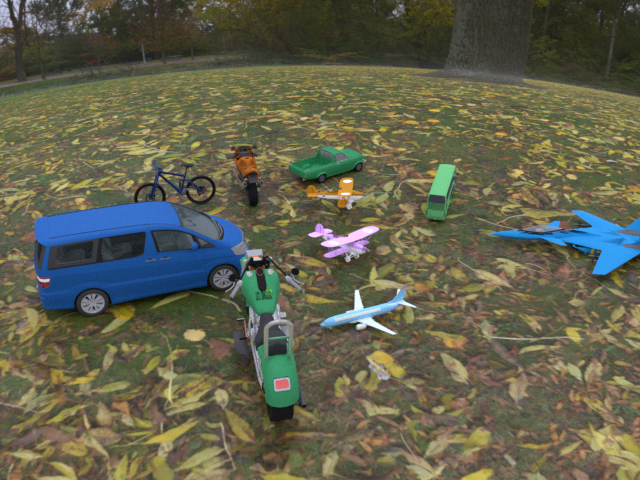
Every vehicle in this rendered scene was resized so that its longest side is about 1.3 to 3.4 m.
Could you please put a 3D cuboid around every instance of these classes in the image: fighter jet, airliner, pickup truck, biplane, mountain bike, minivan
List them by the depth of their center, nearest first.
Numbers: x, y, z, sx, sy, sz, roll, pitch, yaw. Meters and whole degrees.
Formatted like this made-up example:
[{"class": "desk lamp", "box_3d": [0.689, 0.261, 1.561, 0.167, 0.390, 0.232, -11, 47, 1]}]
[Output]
[{"class": "airliner", "box_3d": [0.606, 0.905, 9.395, 1.307, 0.429, 1.161, -11, 30, -20]}, {"class": "minivan", "box_3d": [-2.495, 0.134, 10.038, 3.011, 1.197, 1.324, -10, 29, -19]}, {"class": "biplane", "box_3d": [0.356, 0.021, 10.996, 1.090, 0.504, 1.336, 21, 34, 34]}, {"class": "fighter jet", "box_3d": [4.095, -0.143, 11.251, 2.640, 0.557, 2.229, 5, 28, 9]}, {"class": "mountain bike", "box_3d": [-2.591, -0.971, 12.491, 1.469, 0.868, 0.573, -10, 29, -19]}, {"class": "biplane", "box_3d": [0.304, -0.826, 12.606, 1.090, 0.504, 1.336, 2, 28, 4]}, {"class": "pickup truck", "box_3d": [0.159, -1.554, 13.984, 1.603, 0.511, 0.640, -20, 34, -33]}]

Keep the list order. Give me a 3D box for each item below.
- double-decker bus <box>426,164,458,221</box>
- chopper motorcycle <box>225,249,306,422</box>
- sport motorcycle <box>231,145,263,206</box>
[{"class": "double-decker bus", "box_3d": [2.219, -0.899, 12.706, 0.389, 0.541, 1.672, 8, 29, 14]}, {"class": "chopper motorcycle", "box_3d": [-0.678, 0.823, 8.424, 0.906, 1.480, 3.040, -6, 28, -10]}, {"class": "sport motorcycle", "box_3d": [-1.344, -1.232, 13.037, 0.506, 0.821, 1.520, -6, 28, -12]}]
